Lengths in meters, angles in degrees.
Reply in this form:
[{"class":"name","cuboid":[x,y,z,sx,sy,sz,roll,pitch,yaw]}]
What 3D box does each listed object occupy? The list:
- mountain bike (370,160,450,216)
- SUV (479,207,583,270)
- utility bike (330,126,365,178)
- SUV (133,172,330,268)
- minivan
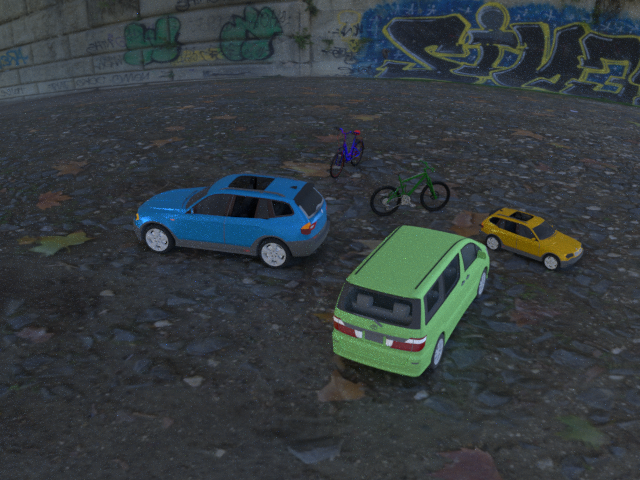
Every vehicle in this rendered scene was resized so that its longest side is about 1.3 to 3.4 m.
[{"class":"mountain bike","cuboid":[1.568,-0.856,12.041,1.469,0.868,0.573,-6,26,-13]},{"class":"SUV","cuboid":[3.220,-0.060,10.712,1.572,0.580,0.656,22,33,38]},{"class":"utility bike","cuboid":[0.608,-1.806,13.936,0.535,0.946,1.435,14,29,27]},{"class":"SUV","cuboid":[-1.375,-0.424,10.838,3.058,1.128,1.276,7,26,14]},{"class":"minivan","cuboid":[1.267,0.505,8.819,1.324,1.197,3.011,13,28,25]}]
